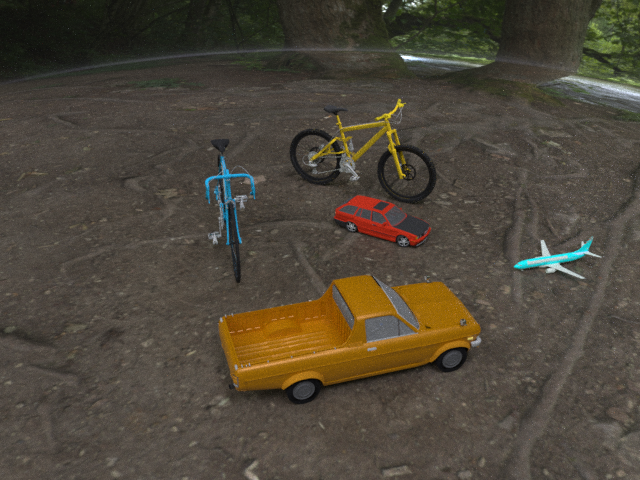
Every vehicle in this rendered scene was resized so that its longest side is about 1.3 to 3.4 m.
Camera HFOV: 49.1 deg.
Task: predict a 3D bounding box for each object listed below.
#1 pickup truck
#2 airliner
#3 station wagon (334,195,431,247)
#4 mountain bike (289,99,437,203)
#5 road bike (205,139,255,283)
[{"bbox_3d":[0.363,1.070,8.469,3.117,0.993,1.244,-9,31,-15],"label":"pickup truck"},{"bbox_3d":[3.532,0.216,10.548,1.307,0.429,1.161,-7,30,-13],"label":"airliner"},{"bbox_3d":[1.029,-0.346,11.496,1.597,0.473,0.682,17,34,27],"label":"station wagon"},{"bbox_3d":[0.720,-1.611,12.498,2.857,1.688,1.114,13,32,22],"label":"mountain bike"},{"bbox_3d":[-1.431,-0.615,10.771,0.697,1.656,3.004,-6,30,-10],"label":"road bike"}]
